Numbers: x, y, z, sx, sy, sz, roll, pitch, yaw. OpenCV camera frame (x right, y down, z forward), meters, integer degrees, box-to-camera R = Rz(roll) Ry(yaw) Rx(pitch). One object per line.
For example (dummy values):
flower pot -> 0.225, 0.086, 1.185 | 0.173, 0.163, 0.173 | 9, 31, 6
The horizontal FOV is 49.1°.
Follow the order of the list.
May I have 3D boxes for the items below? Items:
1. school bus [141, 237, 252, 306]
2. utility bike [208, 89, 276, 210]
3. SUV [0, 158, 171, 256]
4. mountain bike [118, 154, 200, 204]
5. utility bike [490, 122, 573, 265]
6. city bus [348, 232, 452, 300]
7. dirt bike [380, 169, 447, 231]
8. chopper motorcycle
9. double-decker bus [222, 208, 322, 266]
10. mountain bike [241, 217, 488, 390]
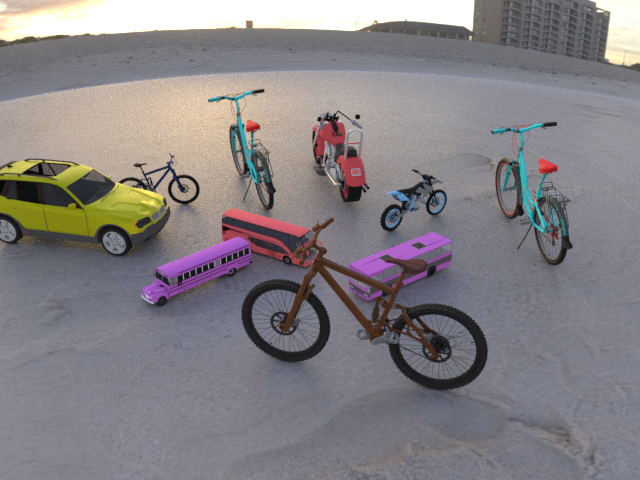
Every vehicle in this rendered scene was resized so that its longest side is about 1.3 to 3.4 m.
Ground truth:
school bus -> -1.738, 0.430, 9.933 | 1.708, 0.434, 0.365 | -23, 35, -38
utility bike -> -1.369, -1.688, 12.605 | 1.039, 1.839, 2.791 | -10, 28, -18
SUV -> -3.961, -0.603, 11.226 | 3.058, 1.128, 1.276 | 6, 27, 12
mountain bike -> -2.873, -1.009, 12.331 | 1.469, 0.868, 0.573 | -4, 27, -7
utility bike -> 3.203, -0.828, 10.882 | 1.039, 1.839, 2.791 | -4, 27, -7
city bus -> 1.169, 0.374, 10.017 | 1.674, 0.460, 0.476 | -19, 32, -34
dirt bike -> 1.587, -0.679, 11.683 | 1.493, 0.857, 0.527 | -18, 32, -32
chopper motorcycle -> 0.293, -1.783, 13.197 | 0.906, 1.480, 3.040 | -6, 27, -12
double-decker bus -> -0.774, -0.037, 10.749 | 1.672, 0.541, 0.389 | 16, 31, 28
mountain bike -> 0.443, 0.794, 7.799 | 2.857, 1.688, 1.114 | 8, 28, 15
